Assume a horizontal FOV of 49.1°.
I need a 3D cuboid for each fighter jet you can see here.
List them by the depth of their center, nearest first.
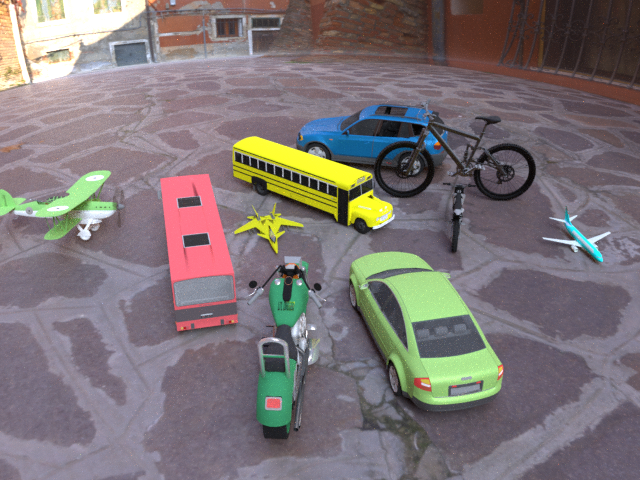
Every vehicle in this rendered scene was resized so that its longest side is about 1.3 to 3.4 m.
[{"bbox_3d":[-0.816,-0.191,11.423,1.147,0.286,1.358,-6,30,-11],"label":"fighter jet"}]

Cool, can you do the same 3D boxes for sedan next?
[{"bbox_3d":[1.207,0.890,8.790,1.235,0.940,3.137,-7,30,-12],"label":"sedan"}]

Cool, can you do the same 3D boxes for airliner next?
[{"bbox_3d":[4.156,-0.090,11.091,1.161,0.429,1.307,-5,29,-9],"label":"airliner"}]

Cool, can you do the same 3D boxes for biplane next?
[{"bbox_3d":[-4.201,-0.531,11.319,2.120,0.981,2.598,0,29,1],"label":"biplane"}]

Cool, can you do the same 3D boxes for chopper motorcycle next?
[{"bbox_3d":[-0.371,0.920,8.176,0.906,1.480,3.040,2,29,3],"label":"chopper motorcycle"}]

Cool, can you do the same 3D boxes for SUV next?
[{"bbox_3d":[1.051,-2.102,14.010,3.058,1.128,1.276,8,30,14],"label":"SUV"}]

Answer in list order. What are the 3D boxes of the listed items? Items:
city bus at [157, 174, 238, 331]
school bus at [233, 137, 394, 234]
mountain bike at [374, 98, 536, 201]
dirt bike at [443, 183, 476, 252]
[{"bbox_3d":[-1.831,0.096,10.274,0.926,0.894,3.255,-7,30,-12],"label":"city bus"},{"bbox_3d":[-0.165,-1.019,12.345,3.322,0.844,0.709,22,36,34],"label":"school bus"},{"bbox_3d":[2.390,-1.494,12.333,2.857,1.688,1.114,2,29,4],"label":"mountain bike"},{"bbox_3d":[2.208,-0.453,11.307,0.527,0.857,1.493,5,29,10],"label":"dirt bike"}]
